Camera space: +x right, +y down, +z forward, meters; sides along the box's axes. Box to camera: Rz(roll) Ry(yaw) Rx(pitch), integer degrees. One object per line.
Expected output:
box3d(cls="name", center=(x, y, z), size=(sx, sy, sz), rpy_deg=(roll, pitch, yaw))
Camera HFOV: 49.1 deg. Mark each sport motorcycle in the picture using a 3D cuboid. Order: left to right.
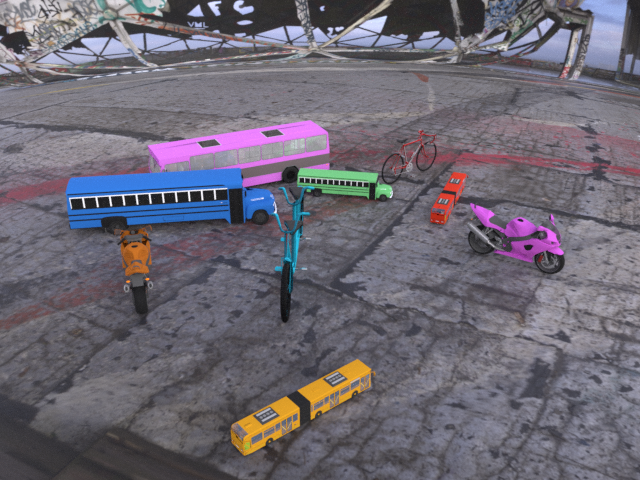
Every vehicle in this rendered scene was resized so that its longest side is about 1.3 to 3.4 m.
box3d(cls="sport motorcycle", center=(-2.504, 0.368, 9.601), size=(0.506, 0.821, 1.520), rpy_deg=(-7, 29, -13))
box3d(cls="sport motorcycle", center=(2.888, -0.028, 10.342), size=(1.520, 0.821, 0.506), rpy_deg=(19, 33, 31))

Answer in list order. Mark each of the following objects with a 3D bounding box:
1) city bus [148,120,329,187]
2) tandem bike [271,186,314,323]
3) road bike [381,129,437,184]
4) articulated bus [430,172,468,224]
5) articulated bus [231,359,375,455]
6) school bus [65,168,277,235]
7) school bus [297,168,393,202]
box3d(cls="city bus", center=(-1.450, -1.454, 12.931), size=(3.255, 0.894, 0.926), rpy_deg=(-13, 31, -23))
box3d(cls="tandem bike", center=(-0.375, -0.123, 9.984), size=(0.550, 1.326, 3.192), rpy_deg=(1, 28, 3))
box3d(cls="road bike", center=(1.707, -1.583, 13.218), size=(1.545, 0.852, 0.358), rpy_deg=(-23, 36, -36))
box3d(cls="articulated bus", center=(2.265, -0.752, 12.260), size=(0.311, 0.289, 1.749), rpy_deg=(11, 30, 19))
box3d(cls="articulated bus", center=(-0.154, 1.772, 7.541), size=(1.749, 0.289, 0.311), rpy_deg=(-21, 35, -34))
box3d(cls="school bus", center=(-2.386, -0.665, 11.508), size=(3.322, 0.844, 0.709), rpy_deg=(-4, 28, -8))
box3d(cls="school bus", center=(0.453, -1.001, 12.572), size=(1.708, 0.434, 0.365), rpy_deg=(5, 29, 9))
